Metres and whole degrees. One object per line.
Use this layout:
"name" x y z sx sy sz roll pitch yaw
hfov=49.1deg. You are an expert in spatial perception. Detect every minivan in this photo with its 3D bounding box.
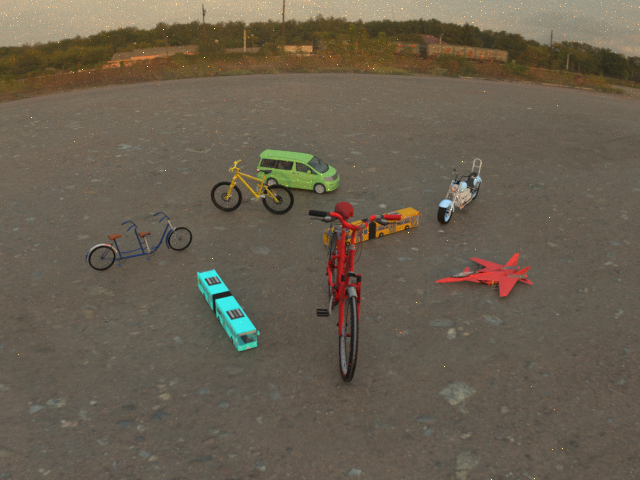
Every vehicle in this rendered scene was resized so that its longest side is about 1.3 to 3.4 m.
"minivan" -0.405 -1.307 13.227 1.548 0.616 0.681 8 27 15

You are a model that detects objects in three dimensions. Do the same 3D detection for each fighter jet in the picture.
"fighter jet" 2.292 0.462 9.986 1.358 0.286 1.147 -5 26 -9

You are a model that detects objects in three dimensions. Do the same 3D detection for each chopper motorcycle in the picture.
"chopper motorcycle" 2.435 -0.855 12.138 0.466 0.761 1.563 16 30 30

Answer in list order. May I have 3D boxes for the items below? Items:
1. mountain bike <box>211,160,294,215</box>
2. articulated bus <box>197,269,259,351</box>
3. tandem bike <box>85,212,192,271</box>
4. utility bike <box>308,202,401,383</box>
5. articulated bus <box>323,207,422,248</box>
"mountain bike" -1.173 -0.867 12.040 1.469 0.868 0.573 3 26 7
"articulated bus" -1.236 0.877 9.136 0.311 0.289 1.749 -12 28 -23
"tandem bike" -2.695 0.004 10.474 1.642 0.682 0.283 -15 30 -28
"utility bike" 0.367 0.333 8.485 1.039 1.839 2.791 -2 26 -3
"articulated bus" 0.859 -0.200 11.336 1.749 0.289 0.311 -15 30 -28
